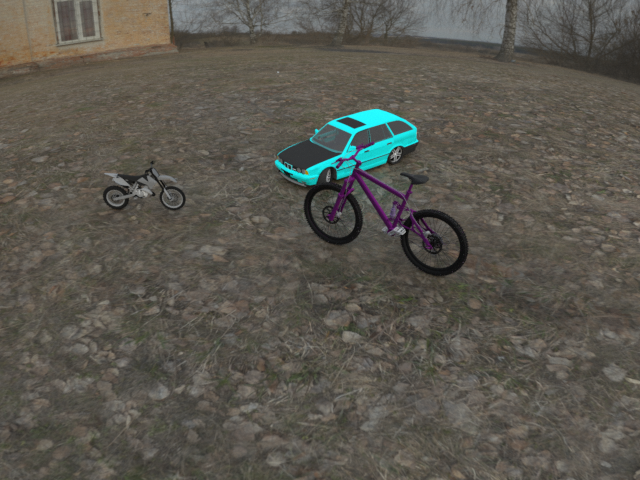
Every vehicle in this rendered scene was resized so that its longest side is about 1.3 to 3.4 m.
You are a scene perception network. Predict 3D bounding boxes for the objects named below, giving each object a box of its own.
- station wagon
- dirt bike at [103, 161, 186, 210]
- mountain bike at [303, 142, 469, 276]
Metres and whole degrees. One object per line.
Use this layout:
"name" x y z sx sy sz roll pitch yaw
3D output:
"station wagon" 0.562 -1.929 14.130 3.105 0.920 1.327 -22 36 -33
"dirt bike" -3.143 -0.924 12.436 1.493 0.857 0.527 1 30 2
"mountain bike" 0.959 -0.452 10.776 2.857 1.688 1.114 17 34 28
